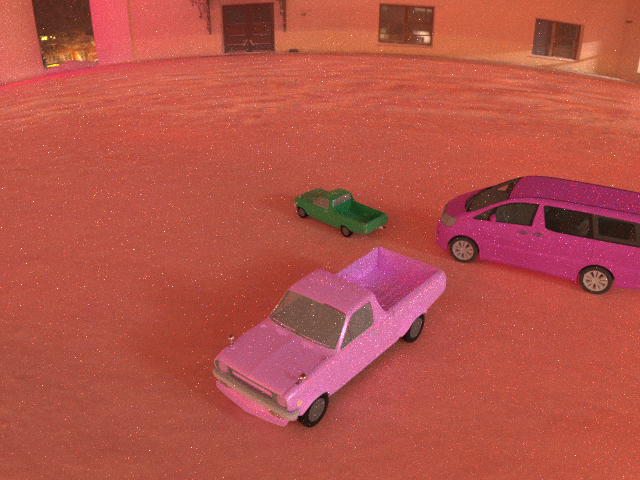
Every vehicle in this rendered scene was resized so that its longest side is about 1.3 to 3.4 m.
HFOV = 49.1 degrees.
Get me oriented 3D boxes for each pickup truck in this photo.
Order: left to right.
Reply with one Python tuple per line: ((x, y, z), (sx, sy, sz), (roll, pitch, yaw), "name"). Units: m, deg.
((0.224, 0.901, 8.085), (1.244, 0.993, 3.117), (21, 35, 34), "pickup truck")
((0.312, -0.501, 11.174), (1.603, 0.511, 0.640), (24, 37, 37), "pickup truck")

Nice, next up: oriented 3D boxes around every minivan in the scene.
((3.179, -0.214, 9.926), (3.011, 1.197, 1.324), (14, 31, 24), "minivan")
